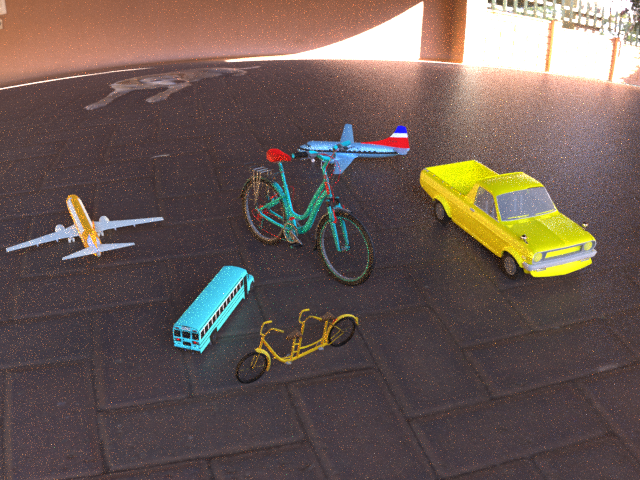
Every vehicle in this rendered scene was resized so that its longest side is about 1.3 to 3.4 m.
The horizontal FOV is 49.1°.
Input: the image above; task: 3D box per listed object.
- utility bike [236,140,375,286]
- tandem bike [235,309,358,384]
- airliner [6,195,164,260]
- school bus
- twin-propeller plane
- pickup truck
[{"bbox_3d":[-0.203,-0.558,9.772,1.039,1.839,2.791,-25,37,-38],"label":"utility bike"},{"bbox_3d":[-0.228,1.109,7.875,1.642,0.682,0.283,-18,33,-29],"label":"tandem bike"},{"bbox_3d":[-3.563,-0.379,10.502,2.257,0.835,2.541,-13,31,-23],"label":"airliner"},{"bbox_3d":[-1.279,0.790,8.736,0.365,0.434,1.708,8,29,15],"label":"school bus"},{"bbox_3d":[0.624,-1.807,13.224,2.129,0.792,2.663,3,28,6],"label":"twin-propeller plane"},{"bbox_3d":[2.717,-0.497,10.556,1.244,0.993,3.117,-11,30,-19],"label":"pickup truck"}]
